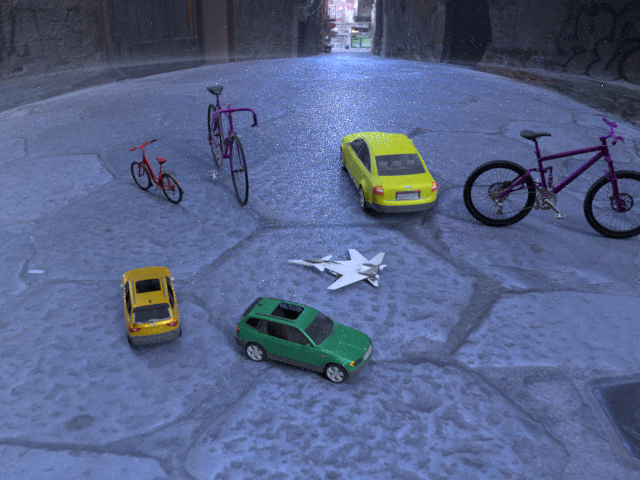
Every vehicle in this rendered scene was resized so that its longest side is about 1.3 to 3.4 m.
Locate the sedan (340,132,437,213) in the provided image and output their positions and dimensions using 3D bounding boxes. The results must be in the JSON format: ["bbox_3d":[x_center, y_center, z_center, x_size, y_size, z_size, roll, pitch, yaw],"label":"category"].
[{"bbox_3d":[1.110,-1.368,12.105,1.235,0.940,3.137,-4,28,-8],"label":"sedan"}]

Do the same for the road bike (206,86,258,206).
[{"bbox_3d":[-1.633,-1.750,12.063,0.697,1.656,3.004,-9,29,-17],"label":"road bike"}]

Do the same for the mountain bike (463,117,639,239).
[{"bbox_3d":[3.592,-0.871,10.344,2.857,1.688,1.114,6,28,12],"label":"mountain bike"}]

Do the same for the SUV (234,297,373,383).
[{"bbox_3d":[-0.187,1.066,7.831,1.572,0.580,0.656,11,30,20],"label":"SUV"}]

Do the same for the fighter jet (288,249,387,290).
[{"bbox_3d":[0.198,0.309,9.599,1.358,0.286,1.147,8,29,14],"label":"fighter jet"}]

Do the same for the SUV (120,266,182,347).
[{"bbox_3d":[-2.077,0.699,8.534,0.656,0.580,1.572,-8,29,-14],"label":"SUV"}]

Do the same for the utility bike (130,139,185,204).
[{"bbox_3d":[-2.783,-1.130,11.641,1.435,0.946,0.535,22,35,36],"label":"utility bike"}]
